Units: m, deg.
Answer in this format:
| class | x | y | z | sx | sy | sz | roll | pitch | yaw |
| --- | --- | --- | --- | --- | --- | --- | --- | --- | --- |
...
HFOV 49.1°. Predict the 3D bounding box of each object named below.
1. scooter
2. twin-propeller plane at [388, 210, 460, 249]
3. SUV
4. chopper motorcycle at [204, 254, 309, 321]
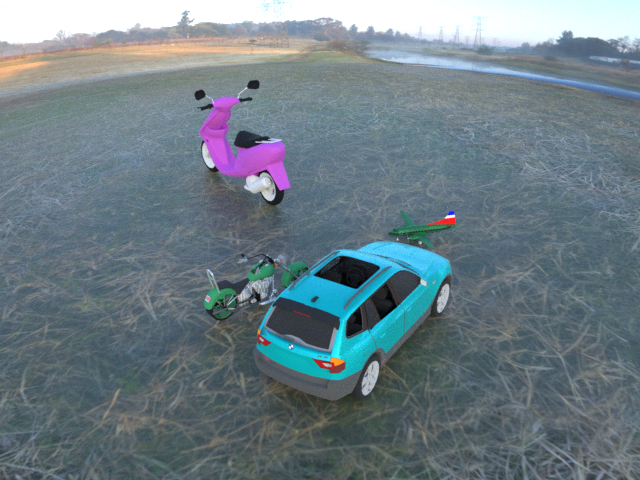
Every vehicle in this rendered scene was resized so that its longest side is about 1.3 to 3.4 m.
| class | x | y | z | sx | sy | sz | roll | pitch | yaw |
| --- | --- | --- | --- | --- | --- | --- | --- | --- | --- |
| scooter | -1.391 | -1.737 | 12.142 | 1.288 | 1.786 | 2.721 | -19 | 33 | -33 |
| twin-propeller plane | 1.562 | -0.213 | 10.664 | 1.095 | 0.407 | 1.370 | -6 | 28 | -12 |
| SUV | 0.500 | 0.675 | 8.121 | 1.276 | 1.128 | 3.058 | 16 | 31 | 29 |
| chopper motorcycle | -0.773 | 0.501 | 8.869 | 1.563 | 0.761 | 0.466 | -20 | 33 | -34 |
